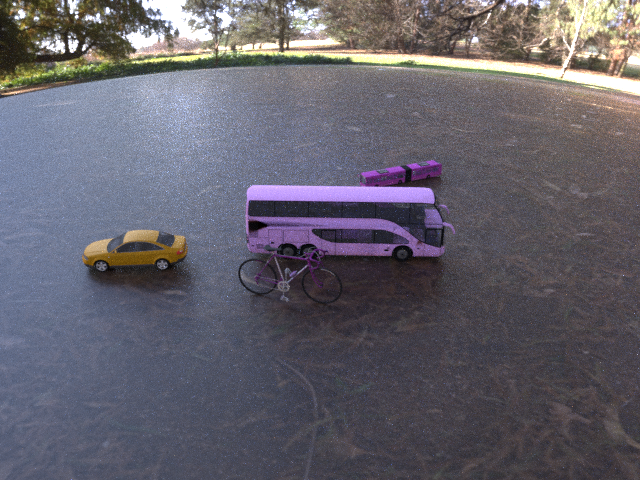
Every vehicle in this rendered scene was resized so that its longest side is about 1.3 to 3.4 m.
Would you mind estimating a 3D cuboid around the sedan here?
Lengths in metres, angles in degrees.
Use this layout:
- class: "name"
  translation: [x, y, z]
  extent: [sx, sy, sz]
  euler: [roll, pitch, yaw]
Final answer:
- class: "sedan"
  translation: [-2.882, 0.131, 10.897]
  extent: [1.613, 0.483, 0.635]
  euler: [-2, 28, -3]

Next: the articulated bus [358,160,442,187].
- class: "articulated bus"
  translation: [1.594, -1.293, 13.797]
  extent: [1.749, 0.289, 0.311]
  euler: [-12, 30, -21]

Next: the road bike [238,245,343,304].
- class: "road bike"
  translation: [-0.434, 0.471, 9.860]
  extent: [1.545, 0.852, 0.358]
  euler: [7, 29, 13]

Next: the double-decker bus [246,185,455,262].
- class: "double-decker bus"
  translation: [0.455, -0.287, 11.078]
  extent: [3.251, 1.052, 0.756]
  euler: [1, 28, 2]
